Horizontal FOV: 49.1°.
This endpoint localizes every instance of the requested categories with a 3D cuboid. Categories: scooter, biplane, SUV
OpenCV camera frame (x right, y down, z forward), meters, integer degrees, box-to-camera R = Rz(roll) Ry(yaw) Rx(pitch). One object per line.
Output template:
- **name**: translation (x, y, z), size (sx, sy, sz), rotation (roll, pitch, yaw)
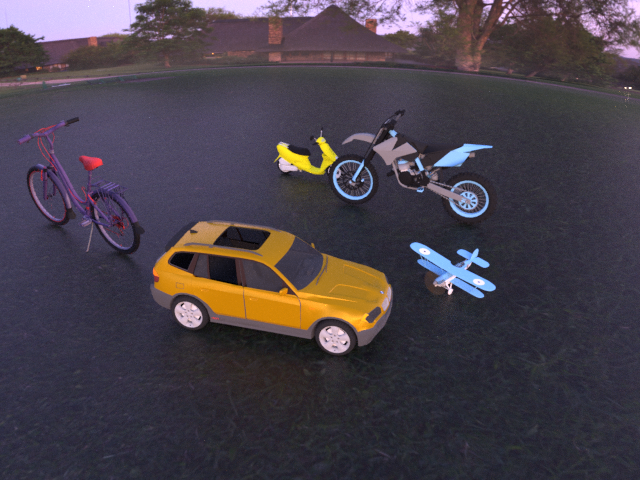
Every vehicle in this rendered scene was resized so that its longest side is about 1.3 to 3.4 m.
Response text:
- **scooter**: translation (-0.212, -1.623, 13.169), size (1.399, 0.919, 0.662), rotation (9, 29, 17)
- **biplane**: translation (1.891, 0.424, 9.647), size (1.336, 0.504, 1.090), rotation (23, 35, 37)
- **SUV**: translation (-0.613, 0.495, 8.826), size (3.058, 1.128, 1.276), rotation (8, 28, 15)

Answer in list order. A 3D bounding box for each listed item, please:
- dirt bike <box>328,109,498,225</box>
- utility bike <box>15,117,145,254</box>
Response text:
- **dirt bike**: translation (1.488, -1.182, 11.497), size (2.903, 1.666, 1.024), rotation (11, 29, 20)
- **utility bike**: translation (-3.719, -0.778, 10.524), size (2.791, 1.839, 1.039), rotation (19, 33, 32)
